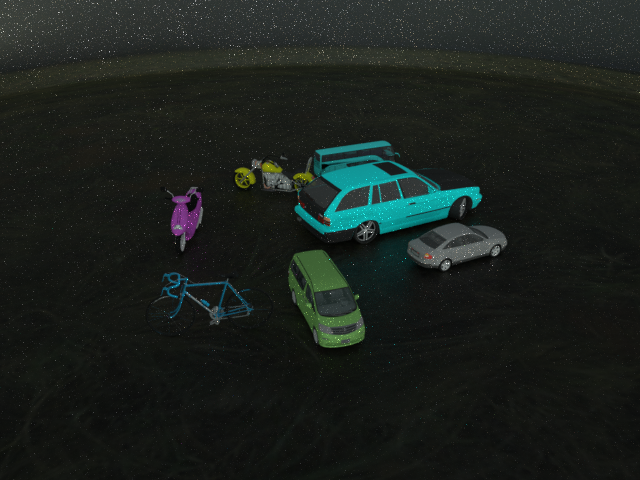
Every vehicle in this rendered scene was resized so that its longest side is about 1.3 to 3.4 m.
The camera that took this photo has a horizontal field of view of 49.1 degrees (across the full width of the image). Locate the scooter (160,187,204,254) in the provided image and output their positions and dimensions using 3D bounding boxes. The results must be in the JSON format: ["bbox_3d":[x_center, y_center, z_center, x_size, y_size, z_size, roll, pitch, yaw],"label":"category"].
[{"bbox_3d":[-2.057,-0.452,10.802,0.662,0.919,1.399,2,27,3],"label":"scooter"}]

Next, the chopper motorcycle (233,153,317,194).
[{"bbox_3d":[-0.820,-1.185,12.428,1.563,0.761,0.466,9,28,17],"label":"chopper motorcycle"}]

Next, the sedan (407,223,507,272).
[{"bbox_3d":[2.051,0.025,10.341,1.613,0.483,0.635,-13,30,-25],"label":"sedan"}]

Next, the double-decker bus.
[{"bbox_3d":[0.697,-1.533,13.360,1.672,0.541,0.389,-11,29,-20],"label":"double-decker bus"}]

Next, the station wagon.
[{"bbox_3d":[1.178,-0.759,11.409,3.105,0.920,1.327,-13,30,-24],"label":"station wagon"}]

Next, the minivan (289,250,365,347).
[{"bbox_3d":[0.064,0.718,8.821,0.681,0.616,1.548,-8,28,-16],"label":"minivan"}]

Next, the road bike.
[{"bbox_3d":[-1.333,0.760,8.476,1.545,0.852,0.358,-4,27,-8],"label":"road bike"}]
